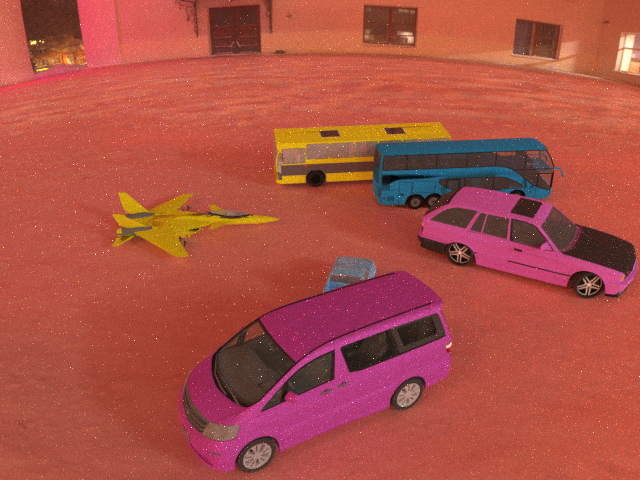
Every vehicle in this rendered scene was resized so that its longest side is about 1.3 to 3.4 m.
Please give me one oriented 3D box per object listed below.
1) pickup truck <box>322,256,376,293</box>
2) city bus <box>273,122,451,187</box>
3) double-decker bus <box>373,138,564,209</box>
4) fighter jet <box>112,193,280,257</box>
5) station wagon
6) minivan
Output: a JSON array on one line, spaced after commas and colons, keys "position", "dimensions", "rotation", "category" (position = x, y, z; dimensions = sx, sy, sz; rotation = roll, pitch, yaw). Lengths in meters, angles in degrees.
[{"position": [0.359, 0.652, 9.478], "dimensions": [0.640, 0.511, 1.603], "rotation": [6, 29, 11], "category": "pickup truck"}, {"position": [0.768, -1.605, 13.171], "dimensions": [3.255, 0.894, 0.926], "rotation": [-3, 29, -6], "category": "city bus"}, {"position": [2.552, -1.188, 12.253], "dimensions": [3.251, 1.052, 0.756], "rotation": [-3, 29, -5], "category": "double-decker bus"}, {"position": [-1.979, -0.413, 11.361], "dimensions": [2.640, 0.557, 2.229], "rotation": [-3, 29, -6], "category": "fighter jet"}, {"position": [3.065, -0.065, 10.354], "dimensions": [3.105, 0.920, 1.327], "rotation": [15, 32, 25], "category": "station wagon"}, {"position": [-0.037, 1.325, 7.547], "dimensions": [3.011, 1.197, 1.324], "rotation": [-15, 32, -25], "category": "minivan"}]
